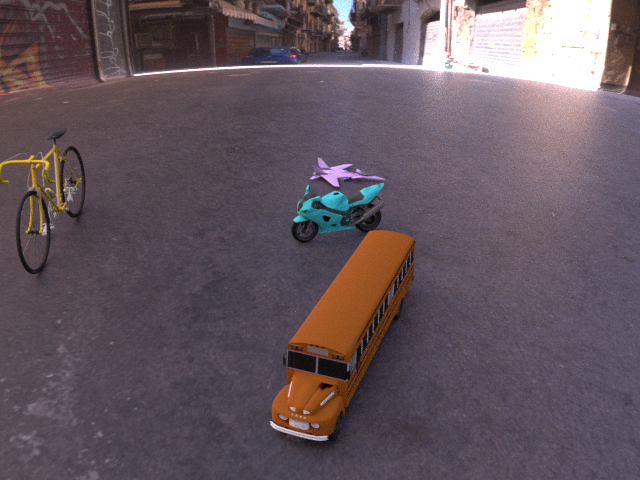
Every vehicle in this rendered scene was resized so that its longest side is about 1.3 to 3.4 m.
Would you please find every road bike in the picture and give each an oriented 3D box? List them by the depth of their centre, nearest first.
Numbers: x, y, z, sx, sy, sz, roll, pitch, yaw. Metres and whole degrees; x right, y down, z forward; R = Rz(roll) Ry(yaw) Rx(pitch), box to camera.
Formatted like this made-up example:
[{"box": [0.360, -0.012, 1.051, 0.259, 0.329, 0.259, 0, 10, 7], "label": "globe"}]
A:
[{"box": [-3.981, -0.743, 10.409, 0.696, 1.656, 3.004, -1, 27, -1], "label": "road bike"}]

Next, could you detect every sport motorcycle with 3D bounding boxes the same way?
[{"box": [0.277, -0.431, 10.718, 1.520, 0.821, 0.506, -10, 28, -19], "label": "sport motorcycle"}]

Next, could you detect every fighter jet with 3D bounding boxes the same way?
[{"box": [0.543, -1.261, 12.953, 1.358, 0.286, 1.147, 7, 28, 13], "label": "fighter jet"}]

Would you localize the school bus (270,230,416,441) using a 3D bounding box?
[{"box": [0.364, 0.943, 7.974, 0.709, 0.844, 3.322, 10, 28, 18], "label": "school bus"}]
